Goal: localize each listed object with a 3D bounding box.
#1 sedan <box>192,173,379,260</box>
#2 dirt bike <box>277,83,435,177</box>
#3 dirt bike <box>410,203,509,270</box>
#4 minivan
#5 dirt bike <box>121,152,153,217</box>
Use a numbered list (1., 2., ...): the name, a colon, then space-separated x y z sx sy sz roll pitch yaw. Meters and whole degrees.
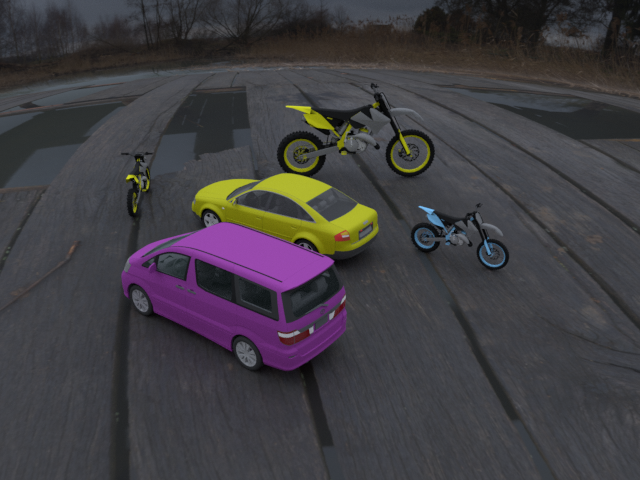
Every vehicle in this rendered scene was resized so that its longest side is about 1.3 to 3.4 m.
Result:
1. sedan: -0.609 -0.495 10.689 3.137 0.940 1.235 17 31 30
2. dirt bike: 0.660 -1.915 12.695 2.903 1.666 1.024 0 27 -1
3. dirt bike: 1.992 -0.090 9.979 1.493 0.857 0.527 16 31 28
4. minivan: -1.144 0.490 8.452 3.011 1.197 1.324 19 33 33
5. dirt bike: -3.075 -1.016 11.813 0.527 0.857 1.493 0 27 -1
